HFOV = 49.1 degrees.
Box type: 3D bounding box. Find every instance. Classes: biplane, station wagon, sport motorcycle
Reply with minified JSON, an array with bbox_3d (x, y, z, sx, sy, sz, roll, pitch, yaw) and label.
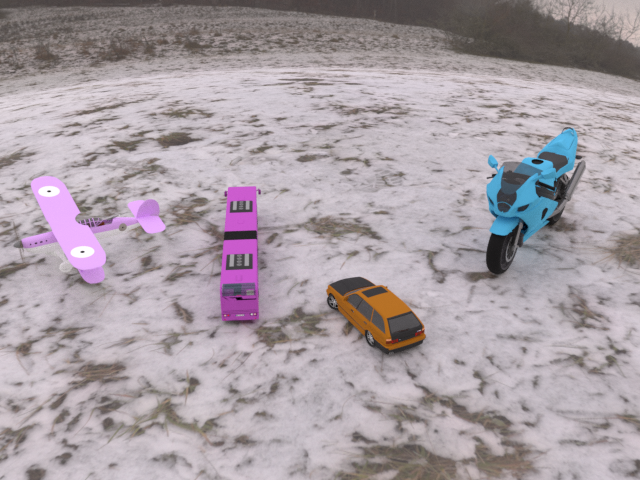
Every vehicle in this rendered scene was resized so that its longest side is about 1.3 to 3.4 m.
[{"bbox_3d":[-3.331,-0.122,10.188,2.120,0.981,2.598,-16,31,-28],"label":"biplane"},{"bbox_3d":[0.664,0.837,8.843,0.682,0.473,1.597,-13,30,-25],"label":"station wagon"},{"bbox_3d":[3.216,-0.643,10.541,0.983,1.596,2.955,18,32,31],"label":"sport motorcycle"}]

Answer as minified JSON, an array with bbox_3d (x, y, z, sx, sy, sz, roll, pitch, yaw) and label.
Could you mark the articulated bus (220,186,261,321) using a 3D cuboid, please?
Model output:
[{"bbox_3d":[-1.148,0.072,10.269,0.605,0.561,3.401,-2,27,-4],"label":"articulated bus"}]
